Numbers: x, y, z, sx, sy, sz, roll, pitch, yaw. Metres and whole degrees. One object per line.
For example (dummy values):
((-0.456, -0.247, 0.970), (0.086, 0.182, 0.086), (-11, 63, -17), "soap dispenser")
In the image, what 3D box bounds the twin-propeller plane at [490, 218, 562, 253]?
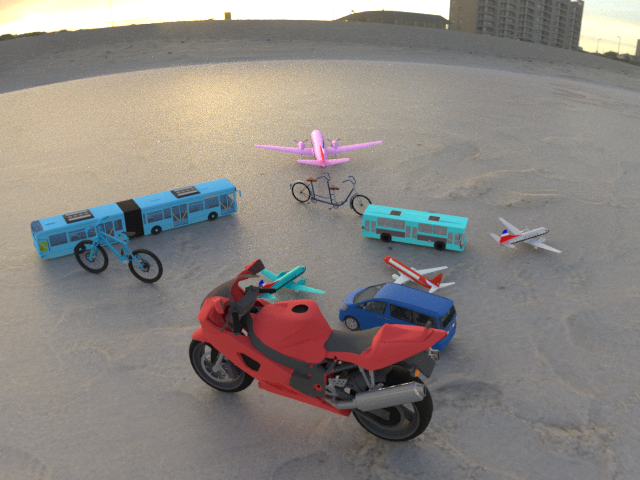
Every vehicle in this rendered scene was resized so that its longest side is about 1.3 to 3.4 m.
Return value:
((3.301, -0.092, 11.280), (1.095, 0.407, 1.370), (-15, 32, -26), "twin-propeller plane")

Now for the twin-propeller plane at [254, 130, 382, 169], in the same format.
((-0.007, -1.954, 14.313), (2.663, 0.792, 2.129), (-2, 29, -4), "twin-propeller plane")

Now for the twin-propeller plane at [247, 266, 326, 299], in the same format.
((-0.541, 0.560, 10.075), (1.370, 0.407, 1.095), (19, 34, 32), "twin-propeller plane")

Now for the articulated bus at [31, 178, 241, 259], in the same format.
((-2.979, -0.389, 11.667), (3.401, 0.561, 0.605), (-16, 32, -27), "articulated bus")

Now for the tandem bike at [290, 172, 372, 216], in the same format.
((0.178, -0.866, 12.419), (1.642, 0.682, 0.283), (14, 31, 24), "tandem bike")

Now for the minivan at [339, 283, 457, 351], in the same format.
((0.995, 0.936, 9.163), (1.548, 0.616, 0.681), (16, 32, 26), "minivan")

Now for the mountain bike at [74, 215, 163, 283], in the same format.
((-2.989, 0.179, 10.295), (1.469, 0.868, 0.573), (9, 30, 16), "mountain bike")

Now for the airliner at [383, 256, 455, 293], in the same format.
((1.354, 0.422, 10.308), (1.161, 0.429, 1.307), (-18, 33, -30), "airliner")

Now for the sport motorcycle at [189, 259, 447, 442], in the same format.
((-0.149, 1.248, 7.557), (2.955, 1.596, 0.983), (11, 30, 19), "sport motorcycle")

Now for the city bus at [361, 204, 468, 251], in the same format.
((1.537, -0.188, 11.401), (1.674, 0.460, 0.476), (9, 30, 16), "city bus")
